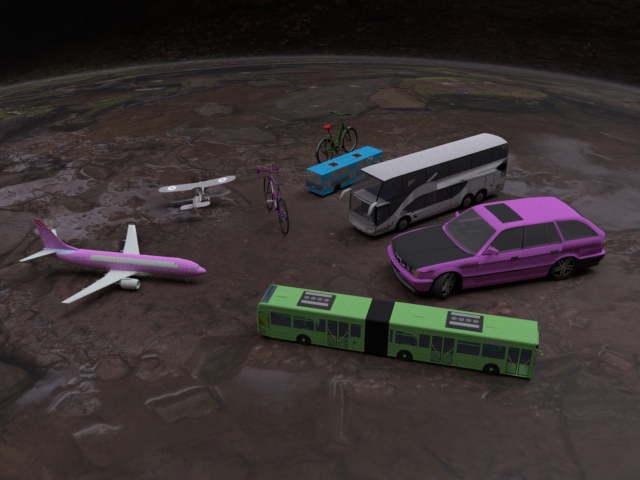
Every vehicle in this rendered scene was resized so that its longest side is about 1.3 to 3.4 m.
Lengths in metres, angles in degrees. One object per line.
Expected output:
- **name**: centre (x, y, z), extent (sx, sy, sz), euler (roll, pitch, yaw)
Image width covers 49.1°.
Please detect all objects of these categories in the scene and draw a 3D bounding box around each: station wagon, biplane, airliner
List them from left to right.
- **airliner**: centre (-2.870, 0.150, 9.983), extent (2.541, 0.835, 2.257), euler (4, 29, 8)
- **biplane**: centre (-2.119, -0.767, 12.036), extent (1.336, 0.504, 1.090), euler (-1, 28, -3)
- **station wagon**: centre (2.538, 0.014, 10.147), extent (3.105, 0.920, 1.327), euler (-8, 29, -14)

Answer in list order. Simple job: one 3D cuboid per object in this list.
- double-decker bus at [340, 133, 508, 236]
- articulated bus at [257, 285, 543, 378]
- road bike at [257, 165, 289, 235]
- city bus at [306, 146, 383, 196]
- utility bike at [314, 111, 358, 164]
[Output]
- **double-decker bus**: centre (1.849, -0.952, 11.803), extent (3.251, 1.052, 0.756), euler (-19, 34, -31)
- **articulated bus**: centre (0.918, 1.090, 8.527), extent (3.401, 0.561, 0.605), euler (7, 29, 13)
- **road bike**: centre (-0.736, -0.708, 11.561), extent (0.358, 0.852, 1.545), euler (-9, 30, -16)
- **city bus**: centre (0.475, -1.280, 13.036), extent (1.674, 0.460, 0.476), euler (-25, 37, -38)
- **utility bike**: centre (0.293, -2.070, 13.991), extent (0.535, 0.946, 1.435), euler (20, 34, 32)
